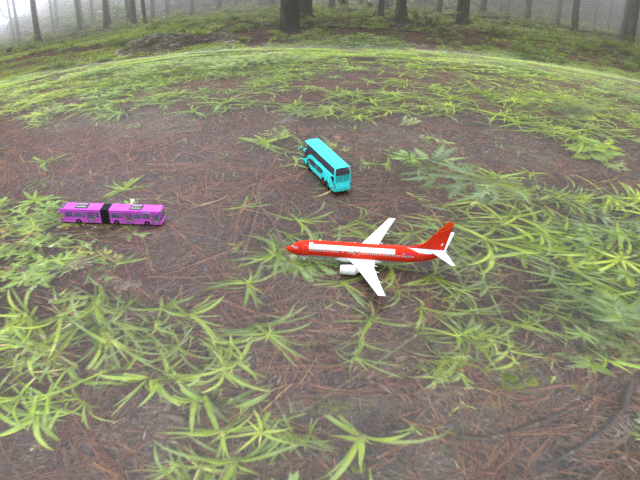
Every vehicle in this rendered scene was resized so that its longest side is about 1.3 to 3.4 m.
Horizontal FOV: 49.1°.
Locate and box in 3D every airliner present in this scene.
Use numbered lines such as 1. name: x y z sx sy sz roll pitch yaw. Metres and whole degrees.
1. airliner: 0.731 0.021 10.473 2.541 0.835 2.257 4 30 8

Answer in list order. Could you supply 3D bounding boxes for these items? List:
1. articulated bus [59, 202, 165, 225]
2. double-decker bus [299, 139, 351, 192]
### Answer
1. articulated bus: -3.493 -0.444 11.821 1.749 0.289 0.311 2 30 3
2. double-decker bus: 0.091 -1.447 13.302 0.389 0.541 1.672 -12 32 -20
